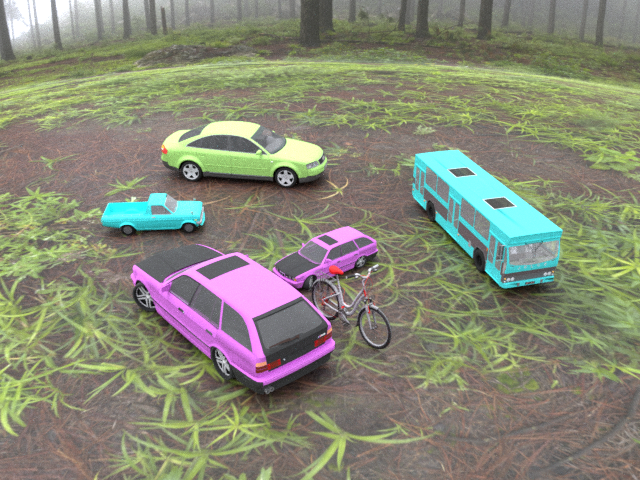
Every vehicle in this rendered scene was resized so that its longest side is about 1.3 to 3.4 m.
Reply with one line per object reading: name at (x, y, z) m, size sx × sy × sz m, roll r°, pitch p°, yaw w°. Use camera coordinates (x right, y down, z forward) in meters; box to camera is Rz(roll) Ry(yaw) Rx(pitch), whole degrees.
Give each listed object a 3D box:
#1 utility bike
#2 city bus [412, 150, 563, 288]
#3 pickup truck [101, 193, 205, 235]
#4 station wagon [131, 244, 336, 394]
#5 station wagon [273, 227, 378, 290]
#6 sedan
utility bike at (0.387, 0.698, 8.586) m, size 0.535 × 0.946 × 1.435 m, roll -23°, pitch 35°, yaw -37°
city bus at (2.413, -0.400, 10.756) m, size 0.926 × 0.894 × 3.255 m, roll -7°, pitch 28°, yaw -14°
pickup truck at (-2.672, -0.445, 11.258) m, size 1.603 × 0.511 × 0.640 m, roll -2°, pitch 28°, yaw -4°
station wagon at (-1.203, 0.693, 8.624) m, size 1.327 × 0.920 × 3.105 m, roll -22°, pitch 34°, yaw -35°
station wagon at (0.082, 0.215, 10.030) m, size 1.597 × 0.473 × 0.682 m, roll -21°, pitch 34°, yaw -34°
sedan at (-1.425, -1.689, 13.188) m, size 3.137 × 0.940 × 1.235 m, roll 5°, pitch 28°, yaw 9°
